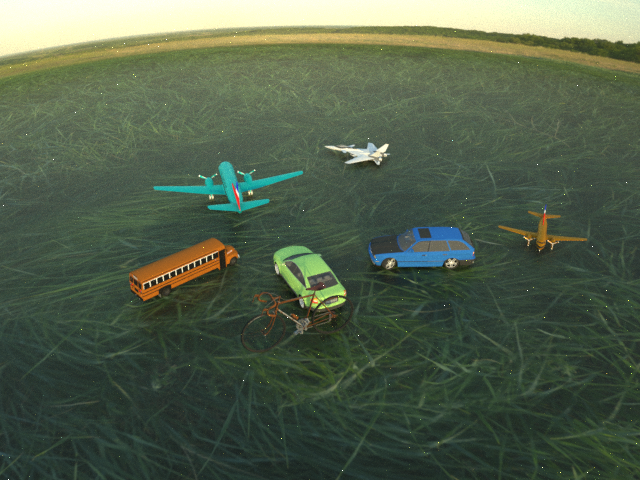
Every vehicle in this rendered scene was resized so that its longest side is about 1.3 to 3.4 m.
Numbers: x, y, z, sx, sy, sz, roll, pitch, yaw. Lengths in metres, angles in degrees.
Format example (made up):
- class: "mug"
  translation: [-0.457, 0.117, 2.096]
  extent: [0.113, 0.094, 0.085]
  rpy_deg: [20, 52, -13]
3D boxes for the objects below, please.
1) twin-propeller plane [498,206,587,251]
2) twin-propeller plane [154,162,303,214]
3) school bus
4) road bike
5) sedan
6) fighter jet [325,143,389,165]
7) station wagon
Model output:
- class: "twin-propeller plane"
  translation: [3.571, -0.188, 11.226]
  extent: [1.370, 0.407, 1.095]
  rpy_deg: [9, 32, 15]
- class: "twin-propeller plane"
  translation: [-1.556, -1.025, 12.263]
  extent: [2.663, 0.792, 2.129]
  rpy_deg: [-7, 31, -12]
- class: "school bus"
  translation: [-1.940, 0.384, 10.234]
  extent: [1.708, 0.434, 0.365]
  rpy_deg: [-25, 39, -36]
- class: "road bike"
  translation: [-0.271, 0.956, 8.857]
  extent: [1.545, 0.852, 0.358]
  rpy_deg: [-12, 33, -20]
- class: "sedan"
  translation: [-0.177, 0.466, 10.046]
  extent: [0.635, 0.483, 1.613]
  rpy_deg: [-13, 33, -21]
- class: "fighter jet"
  translation: [0.694, -1.847, 14.149]
  extent: [1.358, 0.286, 1.147]
  rpy_deg: [15, 34, 24]
- class: "station wagon"
  translation: [1.542, 0.093, 10.687]
  extent: [1.597, 0.473, 0.682]
  rpy_deg: [-1, 31, -2]
